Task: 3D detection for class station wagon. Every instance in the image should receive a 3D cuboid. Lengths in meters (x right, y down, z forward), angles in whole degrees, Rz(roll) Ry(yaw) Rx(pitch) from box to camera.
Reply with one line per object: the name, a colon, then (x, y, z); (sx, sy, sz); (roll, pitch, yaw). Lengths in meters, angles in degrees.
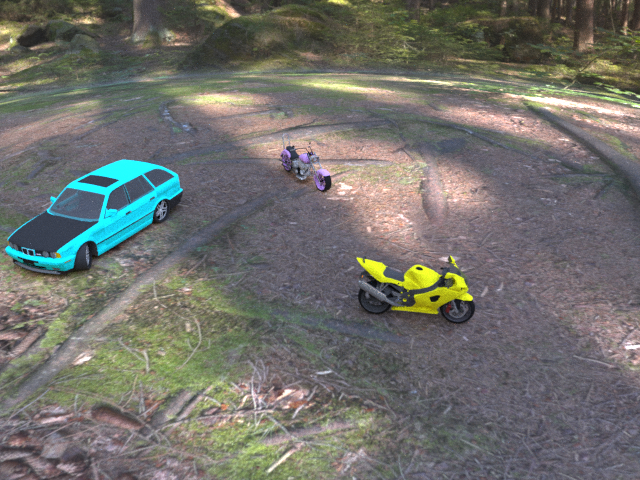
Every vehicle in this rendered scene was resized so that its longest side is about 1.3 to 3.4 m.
station wagon: (-3.474, -0.489, 11.012); (1.327, 0.920, 3.105); (11, 28, 21)

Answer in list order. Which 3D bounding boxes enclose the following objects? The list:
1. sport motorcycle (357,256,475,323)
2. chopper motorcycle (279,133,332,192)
sport motorcycle: (1.203, 0.626, 8.842); (1.520, 0.821, 0.506); (6, 27, 12)
chopper motorcycle: (-0.283, -1.470, 13.200); (0.466, 0.761, 1.563); (-17, 31, -31)
